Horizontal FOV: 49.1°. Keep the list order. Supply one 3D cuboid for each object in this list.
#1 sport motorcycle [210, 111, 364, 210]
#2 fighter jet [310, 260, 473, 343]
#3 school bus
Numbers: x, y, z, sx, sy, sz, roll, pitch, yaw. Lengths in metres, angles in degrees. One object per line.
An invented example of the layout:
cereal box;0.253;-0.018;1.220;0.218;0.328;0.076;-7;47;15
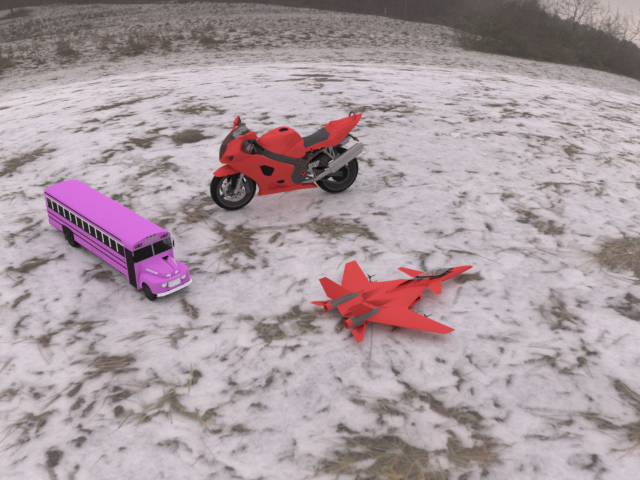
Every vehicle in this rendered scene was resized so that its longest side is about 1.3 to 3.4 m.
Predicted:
sport motorcycle;-0.589;-1.457;12.783;2.955;1.596;0.983;-11;30;-20
fighter jet;1.260;0.599;10.052;2.640;0.557;2.229;-18;33;-29
school bus;-3.220;-0.065;10.986;0.709;0.844;3.322;-25;37;-38
